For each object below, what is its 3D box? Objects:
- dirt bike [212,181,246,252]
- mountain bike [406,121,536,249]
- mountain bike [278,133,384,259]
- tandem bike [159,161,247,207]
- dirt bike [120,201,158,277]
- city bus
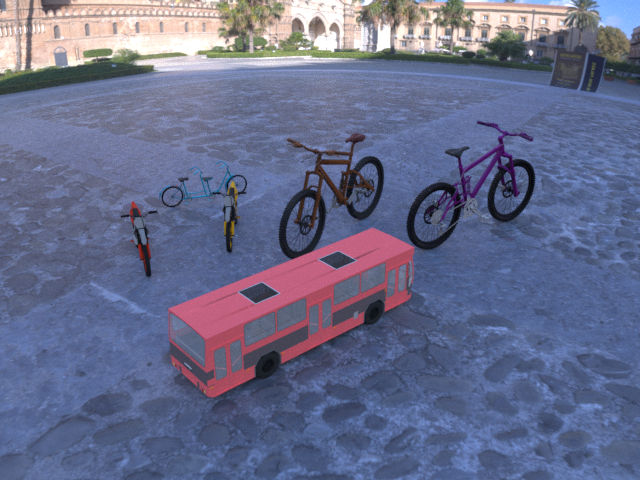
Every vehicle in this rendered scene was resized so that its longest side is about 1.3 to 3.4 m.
[{"bbox_3d":[-1.417,-0.440,11.213,0.527,0.857,1.493,-1,27,-2],"label":"dirt bike"},{"bbox_3d":[2.494,-0.863,11.131,2.857,1.688,1.114,-18,32,-31],"label":"mountain bike"},{"bbox_3d":[0.252,-0.826,11.057,1.114,1.688,2.857,18,32,31],"label":"mountain bike"},{"bbox_3d":[-2.083,-1.008,12.539,1.642,0.682,0.283,-13,29,-23],"label":"tandem bike"},{"bbox_3d":[-2.690,-0.083,10.502,0.527,0.857,1.493,-9,28,-18],"label":"dirt bike"},{"bbox_3d":[-0.231,0.825,8.655,3.255,0.894,0.926,-21,34,-36],"label":"city bus"}]
